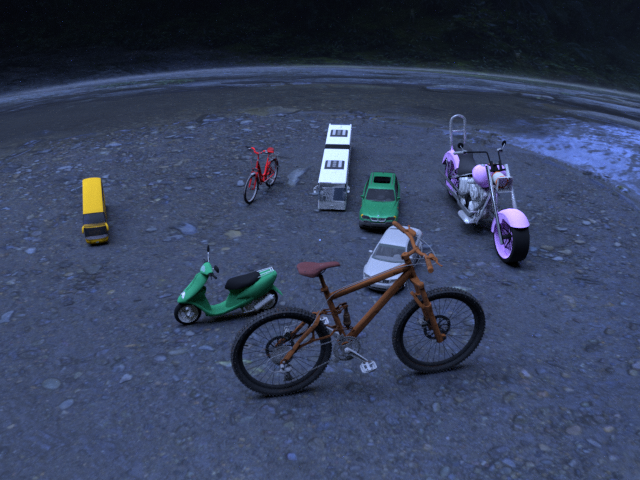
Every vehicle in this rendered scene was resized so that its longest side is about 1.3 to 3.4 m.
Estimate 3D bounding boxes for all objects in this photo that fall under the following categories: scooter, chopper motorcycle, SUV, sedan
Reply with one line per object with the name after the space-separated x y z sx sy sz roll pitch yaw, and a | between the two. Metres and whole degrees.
-1.161 0.580 8.816 1.399 0.919 0.662 -8 28 -16 | scooter
2.593 -0.884 11.106 0.906 1.480 3.040 -5 27 -9 | chopper motorcycle
1.017 -0.682 11.707 0.656 0.580 1.572 3 27 7 | SUV
1.063 0.199 10.060 0.635 0.483 1.613 9 28 17 | sedan

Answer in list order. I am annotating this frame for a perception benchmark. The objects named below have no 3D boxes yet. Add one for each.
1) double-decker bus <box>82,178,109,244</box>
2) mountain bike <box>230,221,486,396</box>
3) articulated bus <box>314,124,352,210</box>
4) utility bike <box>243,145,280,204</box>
-3.652 -0.477 11.343 0.389 0.541 1.672 -8 28 -15 | double-decker bus
0.461 0.834 7.452 2.857 1.688 1.114 -6 27 -12 | mountain bike
0.311 -1.470 13.299 0.605 0.561 3.401 2 27 4 | articulated bus
-0.982 -1.249 12.429 0.535 0.946 1.435 10 28 19 | utility bike
